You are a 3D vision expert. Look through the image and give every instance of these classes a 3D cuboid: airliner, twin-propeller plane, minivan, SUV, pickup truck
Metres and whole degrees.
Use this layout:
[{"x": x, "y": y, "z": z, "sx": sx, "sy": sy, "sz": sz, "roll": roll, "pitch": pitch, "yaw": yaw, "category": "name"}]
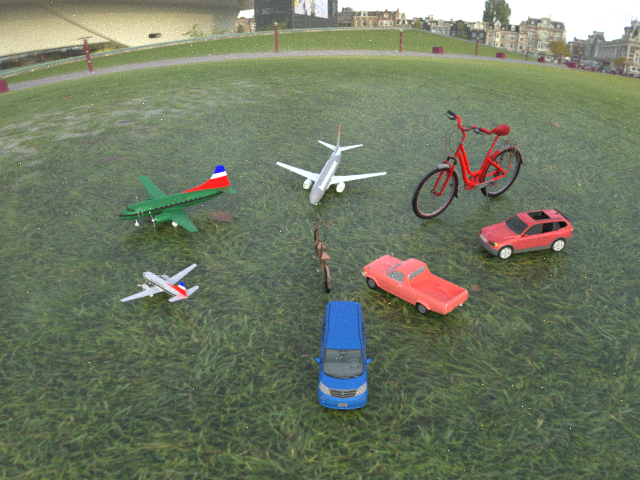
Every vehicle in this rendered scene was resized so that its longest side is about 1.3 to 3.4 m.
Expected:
[{"x": 0.147, "y": -1.478, "z": 13.763, "sx": 2.257, "sy": 0.835, "sz": 2.541, "roll": 7, "pitch": 30, "yaw": 12, "category": "airliner"}, {"x": -2.323, "y": 0.632, "z": 10.420, "sx": 1.095, "sy": 0.407, "sz": 1.370, "roll": 24, "pitch": 37, "yaw": 36, "category": "twin-propeller plane"}, {"x": -2.592, "y": -0.788, "z": 12.571, "sx": 2.129, "sy": 0.792, "sz": 2.663, "roll": -17, "pitch": 33, "yaw": -27, "category": "twin-propeller plane"}, {"x": 0.291, "y": 1.417, "z": 8.801, "sx": 0.681, "sy": 0.616, "sz": 1.548, "roll": 1, "pitch": 29, "yaw": 2, "category": "minivan"}, {"x": 3.422, "y": -0.140, "z": 11.627, "sx": 1.572, "sy": 0.580, "sz": 0.656, "roll": -7, "pitch": 30, "yaw": -13, "category": "SUV"}, {"x": 1.384, "y": 0.613, "z": 10.350, "sx": 1.603, "sy": 0.511, "sz": 0.640, "roll": 26, "pitch": 38, "yaw": 38, "category": "pickup truck"}]

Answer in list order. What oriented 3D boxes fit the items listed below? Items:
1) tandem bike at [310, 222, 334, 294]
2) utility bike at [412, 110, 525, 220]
[{"x": 0.027, "y": 0.200, "z": 10.913, "sx": 0.283, "sy": 0.682, "sz": 1.642, "roll": -4, "pitch": 29, "yaw": -7, "category": "tandem bike"}, {"x": 2.823, "y": -1.367, "z": 12.535, "sx": 2.791, "sy": 1.839, "sz": 1.039, "roll": -18, "pitch": 34, "yaw": -29, "category": "utility bike"}]
